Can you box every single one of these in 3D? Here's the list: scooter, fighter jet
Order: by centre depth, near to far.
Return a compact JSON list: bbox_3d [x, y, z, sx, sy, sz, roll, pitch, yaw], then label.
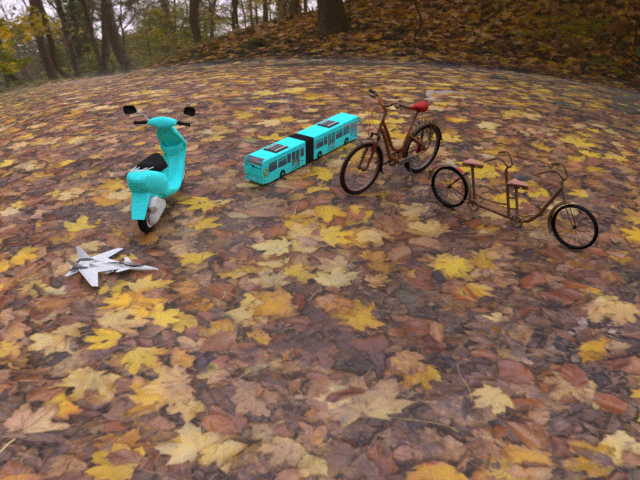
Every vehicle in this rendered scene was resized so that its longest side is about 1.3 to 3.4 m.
[{"bbox_3d":[-3.128,0.344,10.646,1.358,0.286,1.147,2,28,4],"label":"fighter jet"},{"bbox_3d":[-2.819,-1.384,12.273,1.288,1.786,2.721,2,28,5],"label":"scooter"}]

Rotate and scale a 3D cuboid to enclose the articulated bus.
[{"bbox_3d":[-0.287,-1.965,14.646,0.605,0.561,3.401,19,34,31],"label":"articulated bus"}]

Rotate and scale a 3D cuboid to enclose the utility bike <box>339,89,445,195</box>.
[{"bbox_3d":[1.502,-1.893,13.163,2.791,1.839,1.039,-22,35,-34],"label":"utility bike"}]

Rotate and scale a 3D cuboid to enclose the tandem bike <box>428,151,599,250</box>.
[{"bbox_3d":[3.159,-0.830,11.730,3.192,1.326,0.550,24,36,37],"label":"tandem bike"}]
